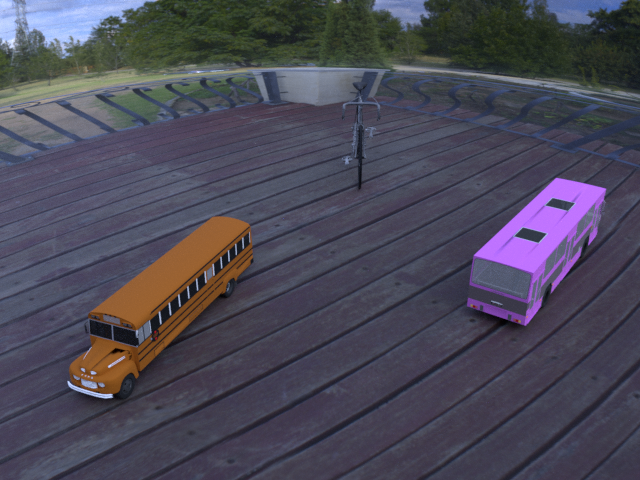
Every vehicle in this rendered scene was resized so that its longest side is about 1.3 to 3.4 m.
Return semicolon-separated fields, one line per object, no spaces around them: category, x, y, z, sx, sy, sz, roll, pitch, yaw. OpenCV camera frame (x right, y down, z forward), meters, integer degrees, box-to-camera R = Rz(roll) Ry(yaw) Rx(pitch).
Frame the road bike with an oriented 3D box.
road bike;0.768;-2.157;13.592;0.696;1.656;3.004;1;27;2

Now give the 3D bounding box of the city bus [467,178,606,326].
city bus;3.178;0.097;10.025;0.926;0.894;3.255;18;32;31

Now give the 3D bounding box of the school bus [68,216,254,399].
school bus;-1.897;0.735;8.834;0.709;0.844;3.322;11;29;20
